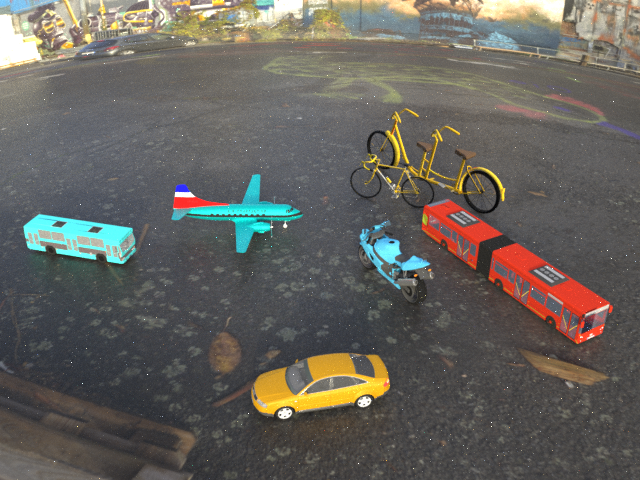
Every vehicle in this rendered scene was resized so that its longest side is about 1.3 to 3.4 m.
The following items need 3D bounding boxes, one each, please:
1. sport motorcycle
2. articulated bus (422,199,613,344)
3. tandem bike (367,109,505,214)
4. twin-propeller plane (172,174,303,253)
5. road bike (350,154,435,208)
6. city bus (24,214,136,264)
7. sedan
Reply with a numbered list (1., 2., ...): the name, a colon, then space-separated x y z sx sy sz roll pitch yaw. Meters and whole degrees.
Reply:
1. sport motorcycle: 1.027 0.305 9.998 0.506 0.821 1.520 -19 36 -28
2. articulated bus: 2.693 0.339 10.193 0.605 0.561 3.401 -16 35 -25
3. tandem bike: 1.980 -1.487 12.498 0.550 1.326 3.192 -25 39 -35
4. twin-propeller plane: -1.339 -0.547 11.448 2.129 0.792 2.663 0 31 0
5. road bike: 1.250 -1.028 12.192 1.545 0.852 0.358 12 33 20
6. city bus: -3.719 -0.002 10.861 1.674 0.460 0.476 8 32 13
7. sedan: 0.007 1.632 8.110 1.613 0.483 0.635 -6 31 -10
